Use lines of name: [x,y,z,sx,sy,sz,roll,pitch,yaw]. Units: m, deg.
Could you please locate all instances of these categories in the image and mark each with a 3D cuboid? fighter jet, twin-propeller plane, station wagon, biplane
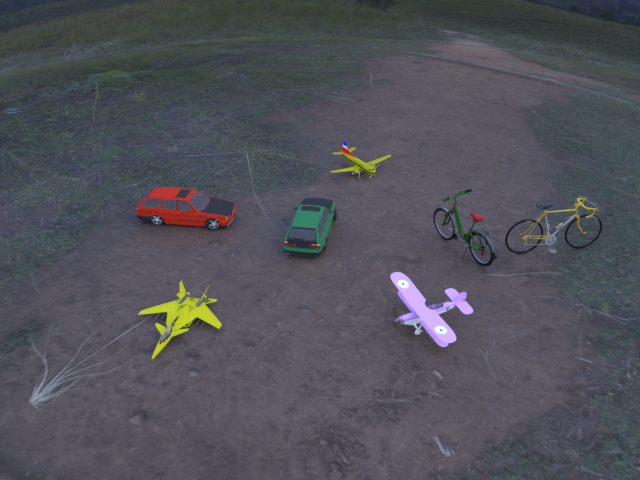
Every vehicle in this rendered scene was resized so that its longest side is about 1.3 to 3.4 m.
fighter jet: [-1.856,1.027,8.990,1.147,0.286,1.358,8,32,13]
twin-propeller plane: [0.717,-1.487,13.048,1.370,0.407,1.095,-18,36,-27]
station wagon: [-0.136,-0.307,11.024,0.682,0.473,1.597,5,31,9]
station wagon: [-2.173,-0.550,11.429,1.597,0.473,0.682,5,31,8]
biplane: [1.432,0.917,8.962,1.090,0.504,1.336,-14,34,-22]

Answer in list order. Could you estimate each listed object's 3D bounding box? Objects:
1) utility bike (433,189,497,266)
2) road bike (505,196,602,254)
utility bike: [2.109,-0.206,10.398,0.535,0.946,1.435,-17,35,-25]
road bike: [3.525,-0.198,10.477,1.545,0.852,0.358,-5,31,-8]
